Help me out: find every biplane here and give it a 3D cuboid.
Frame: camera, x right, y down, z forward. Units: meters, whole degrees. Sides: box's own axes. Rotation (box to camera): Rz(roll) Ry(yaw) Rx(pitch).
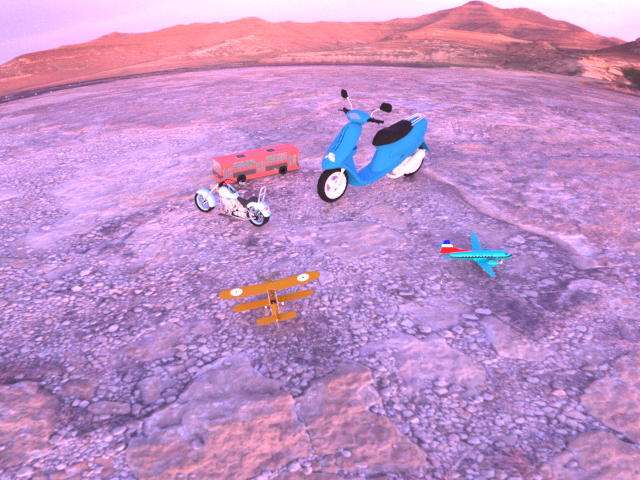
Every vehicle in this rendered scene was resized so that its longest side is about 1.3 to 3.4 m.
[{"bbox_3d":[-0.630,0.786,9.075,1.336,0.504,1.090,-4,28,-8],"label":"biplane"}]

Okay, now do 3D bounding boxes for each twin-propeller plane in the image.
[{"bbox_3d":[2.317,0.176,10.363,1.095,0.407,1.370,-1,27,-1],"label":"twin-propeller plane"}]

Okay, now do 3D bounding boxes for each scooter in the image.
[{"bbox_3d":[1.020,-1.776,12.638,2.721,1.786,1.288,-20,34,-34],"label":"scooter"}]

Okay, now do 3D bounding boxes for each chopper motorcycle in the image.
[{"bbox_3d":[-1.479,-0.690,11.653,1.563,0.761,0.466,17,32,29],"label":"chopper motorcycle"}]

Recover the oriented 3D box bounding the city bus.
[{"bbox_3d":[-1.215,-1.451,13.454,1.674,0.460,0.476,-15,31,-27],"label":"city bus"}]
